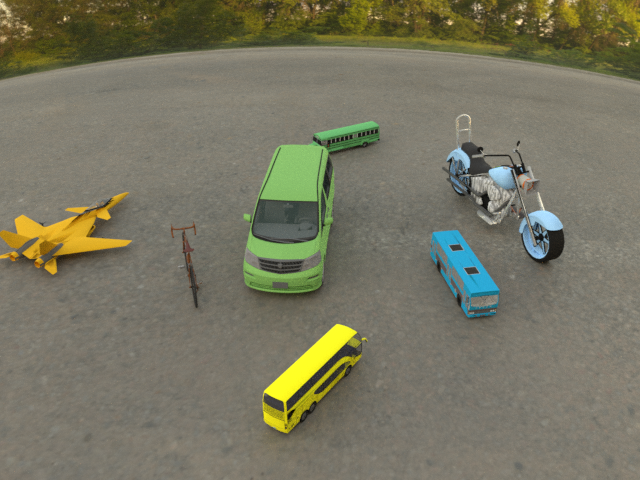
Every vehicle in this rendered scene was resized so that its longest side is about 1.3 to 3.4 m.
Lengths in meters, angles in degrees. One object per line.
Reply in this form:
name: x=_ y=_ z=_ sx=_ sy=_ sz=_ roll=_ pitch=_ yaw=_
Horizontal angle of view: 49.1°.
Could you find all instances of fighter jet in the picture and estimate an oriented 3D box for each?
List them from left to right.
fighter jet: x=-3.951 y=-0.380 z=11.462 sx=2.229 sy=0.557 sz=2.640 roll=12 pitch=33 yaw=19

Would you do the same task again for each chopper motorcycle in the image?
chopper motorcycle: x=2.976 y=-0.902 z=11.440 sx=0.906 sy=1.480 sz=3.040 roll=-11 pitch=32 yaw=-18

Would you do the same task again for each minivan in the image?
minivan: x=-0.418 y=-0.401 z=10.871 sx=1.324 sy=1.197 sz=3.011 roll=3 pitch=31 yaw=4

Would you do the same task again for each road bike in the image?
road bike: x=-1.879 y=0.304 z=10.019 sx=0.358 sy=0.852 sz=1.545 roll=-8 pitch=32 yaw=-14

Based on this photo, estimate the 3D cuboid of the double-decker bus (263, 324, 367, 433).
double-decker bus: x=-0.040 y=1.561 z=8.202 sx=0.389 sy=0.541 sz=1.672 roll=19 pitch=36 yaw=29

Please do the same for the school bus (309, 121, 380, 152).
school bus: x=0.436 y=-2.067 z=14.432 sx=1.708 sy=0.434 sz=0.365 roll=-17 pitch=34 yaw=-26

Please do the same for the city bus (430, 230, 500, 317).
city bus: x=2.056 y=0.471 z=10.122 sx=0.476 sy=0.460 sz=1.674 roll=-5 pitch=31 yaw=-9
